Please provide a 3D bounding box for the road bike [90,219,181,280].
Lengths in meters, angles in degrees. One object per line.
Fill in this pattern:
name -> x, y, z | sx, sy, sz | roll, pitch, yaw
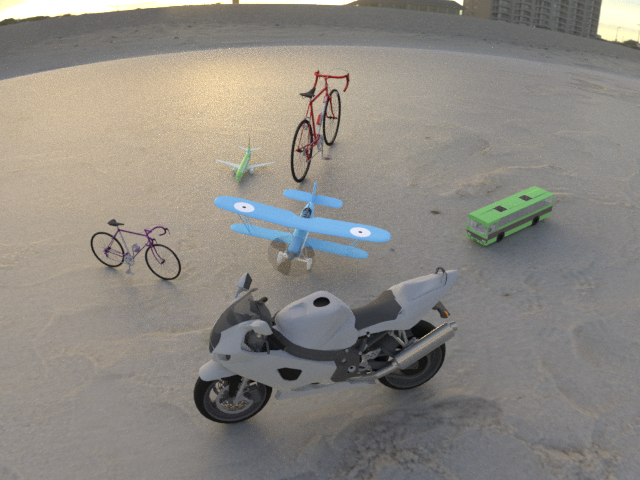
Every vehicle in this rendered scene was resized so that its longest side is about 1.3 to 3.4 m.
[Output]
road bike -> -2.692, 0.121, 10.113 | 1.545, 0.852, 0.358 | 11, 32, 19

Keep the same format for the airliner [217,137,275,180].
airliner -> -1.453, -1.540, 13.399 | 1.161, 0.429, 1.307 | 3, 30, 5

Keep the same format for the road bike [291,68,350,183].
road bike -> -0.038, -2.278, 13.450 | 0.696, 1.656, 3.004 | 9, 31, 16

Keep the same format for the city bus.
city bus -> 3.101, -0.390, 11.386 | 1.674, 0.460, 0.476 | -21, 36, -32

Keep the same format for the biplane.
biplane -> -0.207, -0.227, 10.584 | 2.598, 0.981, 2.120 | 5, 30, 8

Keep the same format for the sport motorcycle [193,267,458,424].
sport motorcycle -> 0.078, 1.147, 7.599 | 2.955, 1.596, 0.983 | -8, 31, -14
